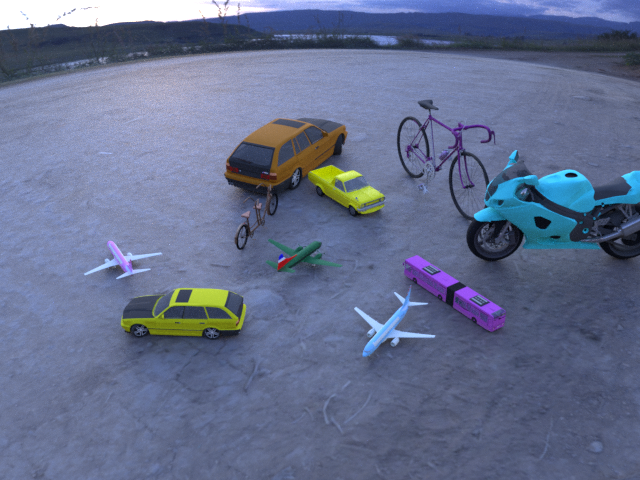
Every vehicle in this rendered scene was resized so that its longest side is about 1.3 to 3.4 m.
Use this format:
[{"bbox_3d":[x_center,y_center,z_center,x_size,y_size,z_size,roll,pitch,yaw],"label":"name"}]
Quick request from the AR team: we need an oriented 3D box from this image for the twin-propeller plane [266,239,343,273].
[{"bbox_3d":[-0.296,0.200,10.437,1.370,0.407,1.095,19,35,30],"label":"twin-propeller plane"}]

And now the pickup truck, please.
[{"bbox_3d":[0.454,-0.944,12.339,0.640,0.511,1.603,-20,35,-30],"label":"pickup truck"}]

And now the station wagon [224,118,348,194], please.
[{"bbox_3d":[-0.555,-1.848,13.510,1.327,0.920,3.105,15,33,24],"label":"station wagon"}]

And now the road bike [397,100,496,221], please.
[{"bbox_3d":[2.094,-1.519,12.192,0.696,1.656,3.004,-12,32,-20],"label":"road bike"}]

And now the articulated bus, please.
[{"bbox_3d":[1.814,0.708,9.667,0.311,0.289,1.749,-19,35,-30],"label":"articulated bus"}]

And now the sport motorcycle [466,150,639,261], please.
[{"bbox_3d":[3.664,-0.416,10.318,2.955,1.596,0.983,-1,30,-2],"label":"sport motorcycle"}]

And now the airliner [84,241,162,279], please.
[{"bbox_3d":[-2.973,0.204,10.407,1.161,0.429,1.307,-17,34,-27],"label":"airliner"}]

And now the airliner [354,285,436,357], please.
[{"bbox_3d":[0.879,1.041,8.940,1.161,0.429,1.307,18,34,28],"label":"airliner"}]

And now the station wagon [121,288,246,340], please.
[{"bbox_3d":[-1.784,0.917,9.114,1.597,0.473,0.682,1,30,2],"label":"station wagon"}]

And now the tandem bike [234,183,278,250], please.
[{"bbox_3d":[-1.012,-0.437,11.277,0.283,0.682,1.642,10,31,17],"label":"tandem bike"}]
